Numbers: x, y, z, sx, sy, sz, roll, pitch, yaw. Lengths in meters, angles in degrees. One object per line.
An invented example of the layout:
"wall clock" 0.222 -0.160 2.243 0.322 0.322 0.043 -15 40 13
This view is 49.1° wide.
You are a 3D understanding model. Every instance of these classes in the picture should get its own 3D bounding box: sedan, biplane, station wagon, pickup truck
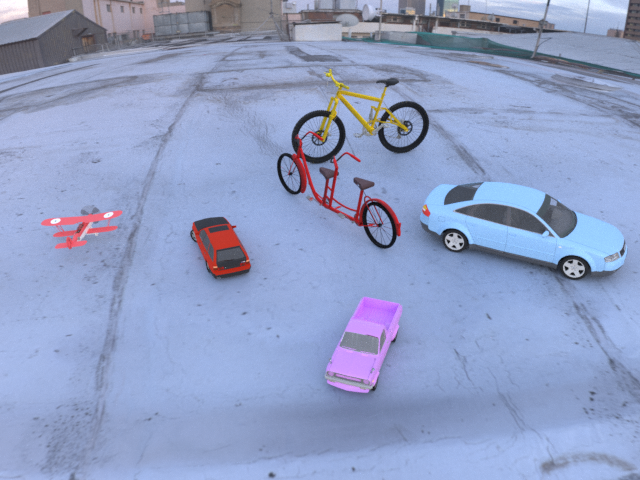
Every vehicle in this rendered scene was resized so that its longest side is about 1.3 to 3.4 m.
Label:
"sedan" 3.127 -0.278 10.853 3.137 0.940 1.235 14 34 22
"biplane" -3.794 -0.143 11.052 1.336 0.504 1.090 2 31 3
"station wagon" -1.558 0.011 10.823 0.682 0.473 1.597 -11 33 -18
"pickup truck" 0.576 1.232 8.746 0.640 0.511 1.603 10 32 16

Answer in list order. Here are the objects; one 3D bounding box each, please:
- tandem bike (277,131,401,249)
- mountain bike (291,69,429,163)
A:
"tandem bike" 0.216 -0.923 11.556 0.550 1.326 3.192 -22 37 -32
"mountain bike" 0.823 -2.386 13.650 2.857 1.688 1.114 -9 32 -14
